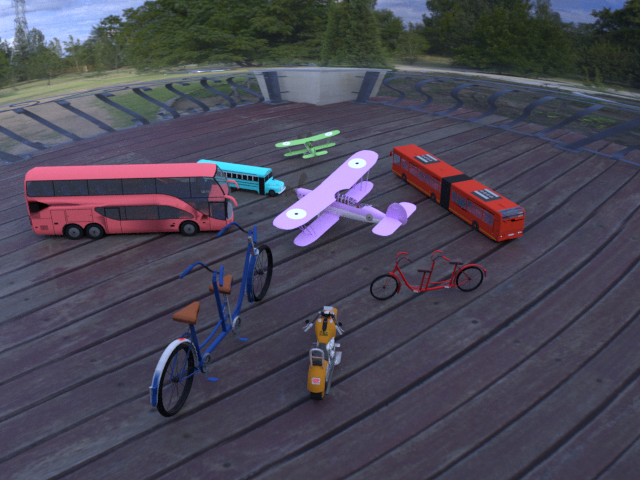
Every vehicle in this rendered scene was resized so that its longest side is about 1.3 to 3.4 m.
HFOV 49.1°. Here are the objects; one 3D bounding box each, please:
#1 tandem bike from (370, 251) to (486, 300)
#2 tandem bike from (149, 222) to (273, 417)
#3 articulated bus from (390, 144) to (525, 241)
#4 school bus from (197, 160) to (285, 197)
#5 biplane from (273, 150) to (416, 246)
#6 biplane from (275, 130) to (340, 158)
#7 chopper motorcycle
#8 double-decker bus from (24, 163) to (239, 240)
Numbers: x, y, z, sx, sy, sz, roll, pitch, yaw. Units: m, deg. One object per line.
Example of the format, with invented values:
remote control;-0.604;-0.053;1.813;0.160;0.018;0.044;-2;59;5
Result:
tandem bike;1.468;0.456;9.385;1.642;0.682;0.283;-5;27;-10
tandem bike;-1.163;0.723;8.149;0.550;1.326;3.192;8;28;16
articulated bus;2.277;-0.903;12.193;0.605;0.561;3.401;-11;29;-21
school bus;-1.462;-1.140;12.799;1.708;0.434;0.365;9;28;18
biplane;0.403;-0.501;10.939;2.120;0.981;2.598;17;32;30
biplane;-0.214;-1.858;14.134;1.336;0.504;1.090;-6;28;-12
chopper motorcycle;0.054;1.138;7.957;0.466;0.761;1.563;3;27;6
double-decker bus;-2.934;-0.640;11.134;3.251;1.052;0.756;-2;27;-3
